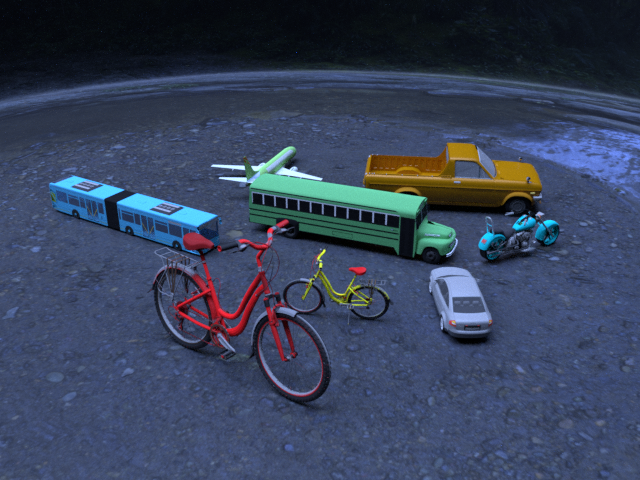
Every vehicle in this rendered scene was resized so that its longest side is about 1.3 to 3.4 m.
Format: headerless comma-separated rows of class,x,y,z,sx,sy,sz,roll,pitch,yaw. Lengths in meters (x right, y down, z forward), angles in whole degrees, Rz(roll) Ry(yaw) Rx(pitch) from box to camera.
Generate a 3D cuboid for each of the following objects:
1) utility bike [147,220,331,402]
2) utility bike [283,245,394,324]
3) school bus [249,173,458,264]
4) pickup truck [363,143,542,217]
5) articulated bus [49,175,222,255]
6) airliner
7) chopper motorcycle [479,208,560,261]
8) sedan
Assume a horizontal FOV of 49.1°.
utility bike,-0.940,0.617,7.817,2.791,1.839,1.039,18,32,33
utility bike,0.217,0.608,8.849,1.435,0.946,0.535,4,26,8
school bus,0.498,-0.377,10.976,3.322,0.844,0.709,10,28,20
pickup truck,2.321,-1.146,12.377,3.117,0.993,1.244,3,26,6
articulated bus,-3.084,-0.446,11.439,3.401,0.561,0.605,15,30,28
airliner,-0.935,-1.566,13.414,2.257,0.835,2.541,9,27,17
chopper motorcycle,3.050,-0.141,10.590,1.563,0.761,0.466,-14,29,-26
sedan,1.816,0.722,9.142,0.635,0.483,1.613,-1,26,-1
